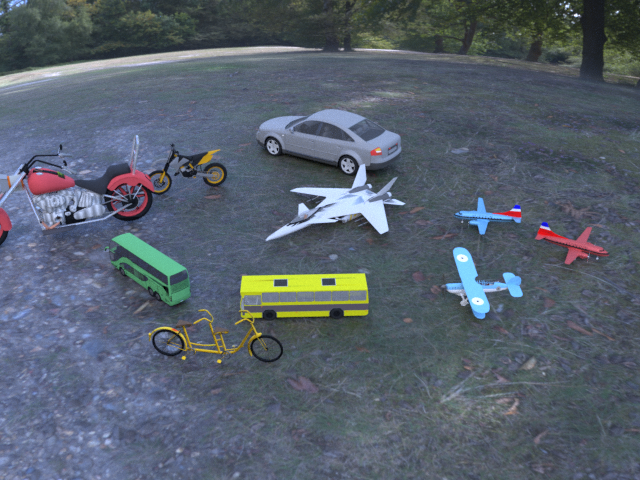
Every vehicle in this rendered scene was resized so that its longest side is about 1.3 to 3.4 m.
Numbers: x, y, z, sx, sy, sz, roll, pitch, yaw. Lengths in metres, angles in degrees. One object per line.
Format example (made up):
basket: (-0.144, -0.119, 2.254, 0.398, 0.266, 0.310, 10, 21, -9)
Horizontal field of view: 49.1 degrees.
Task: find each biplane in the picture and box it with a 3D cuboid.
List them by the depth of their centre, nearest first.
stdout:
biplane: (2.178, 0.639, 9.460, 1.090, 0.504, 1.336, -2, 29, -3)

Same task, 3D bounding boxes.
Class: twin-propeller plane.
twin-propeller plane: (3.868, 0.021, 10.701, 1.095, 0.407, 1.370, 17, 33, 28)
twin-propeller plane: (2.757, -0.429, 11.530, 1.095, 0.407, 1.370, 5, 29, 9)

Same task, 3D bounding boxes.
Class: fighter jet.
fighter jet: (0.126, -0.570, 11.633, 2.640, 0.557, 2.229, -24, 36, -36)

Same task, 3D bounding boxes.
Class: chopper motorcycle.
chopper motorcycle: (-4.153, -0.749, 10.996, 3.040, 1.480, 0.906, -12, 31, -21)

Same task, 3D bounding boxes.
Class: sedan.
sedan: (0.117, -2.111, 14.072, 3.137, 0.940, 1.235, 17, 33, 29)

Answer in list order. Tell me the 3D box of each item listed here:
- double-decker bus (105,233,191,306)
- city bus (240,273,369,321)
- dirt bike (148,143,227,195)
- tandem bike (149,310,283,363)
double-decker bus: (-2.447, 0.380, 9.900, 0.389, 0.541, 1.672, -25, 37, -38)
city bus: (-0.208, 0.756, 9.291, 1.674, 0.460, 0.476, -1, 29, -2)
dirt bike: (-2.414, -1.283, 12.634, 1.493, 0.857, 0.527, -11, 30, -19)
tandem bike: (-1.254, 1.145, 8.342, 1.642, 0.682, 0.283, 3, 29, 5)
